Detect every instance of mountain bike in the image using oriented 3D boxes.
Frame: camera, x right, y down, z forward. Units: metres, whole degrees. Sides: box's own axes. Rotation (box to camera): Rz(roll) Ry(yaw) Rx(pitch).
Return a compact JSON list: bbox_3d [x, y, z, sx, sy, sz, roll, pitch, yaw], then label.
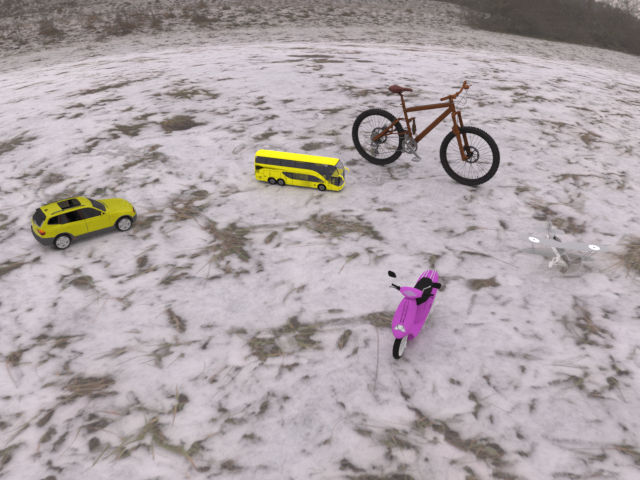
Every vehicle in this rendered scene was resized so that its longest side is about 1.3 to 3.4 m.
[{"bbox_3d":[1.841,-1.943,12.462,2.857,1.688,1.114,16,34,26],"label":"mountain bike"}]

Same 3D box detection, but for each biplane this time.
[{"bbox_3d":[3.457,0.086,10.130,1.336,0.504,1.090,-1,30,-1],"label":"biplane"}]

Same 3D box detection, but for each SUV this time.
[{"bbox_3d":[-3.650,-0.365,10.835,1.572,0.580,0.656,-19,35,-30],"label":"SUV"}]

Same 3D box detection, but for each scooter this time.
[{"bbox_3d":[1.174,0.757,8.555,0.662,0.919,1.399,14,33,22],"label":"scooter"}]

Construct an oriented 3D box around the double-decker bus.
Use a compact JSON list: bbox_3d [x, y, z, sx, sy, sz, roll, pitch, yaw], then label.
[{"bbox_3d":[-0.337,-1.226,12.367,1.672,0.541,0.389,9,31,14],"label":"double-decker bus"}]
